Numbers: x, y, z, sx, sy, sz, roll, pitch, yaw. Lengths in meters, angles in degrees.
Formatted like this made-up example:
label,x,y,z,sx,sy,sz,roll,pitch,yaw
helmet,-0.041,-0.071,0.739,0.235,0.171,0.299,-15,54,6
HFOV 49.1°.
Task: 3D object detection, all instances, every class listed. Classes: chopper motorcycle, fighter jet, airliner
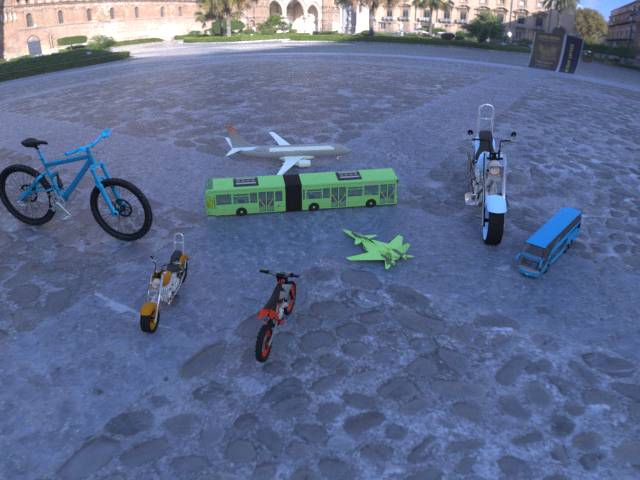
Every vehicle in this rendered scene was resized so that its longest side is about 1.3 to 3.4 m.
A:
label,x,y,z,sx,sy,sz,roll,pitch,yaw
chopper motorcycle,-2.133,0.569,9.583,0.466,0.761,1.563,5,30,8
chopper motorcycle,2.891,-1.187,11.975,0.906,1.480,3.040,3,29,6
fighter jet,0.802,0.011,11.060,1.147,0.286,1.358,-22,36,-34
airliner,-0.617,-1.943,13.978,2.541,0.835,2.257,-4,30,-6

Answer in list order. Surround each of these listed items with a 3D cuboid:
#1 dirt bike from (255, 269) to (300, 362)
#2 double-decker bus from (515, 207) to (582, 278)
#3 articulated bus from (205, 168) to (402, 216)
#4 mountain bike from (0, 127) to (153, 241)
label,x,y,z,sx,sy,sz,roll,pitch,yaw
dirt bike,-0.560,0.860,8.968,0.527,0.857,1.493,8,30,13
double-decker bus,3.540,0.034,10.761,0.389,0.541,1.672,21,36,33
articulated bus,-0.297,-0.844,12.301,3.401,0.561,0.605,-4,30,-7
mountain bike,-4.004,-0.867,11.192,2.857,1.688,1.114,9,31,15
